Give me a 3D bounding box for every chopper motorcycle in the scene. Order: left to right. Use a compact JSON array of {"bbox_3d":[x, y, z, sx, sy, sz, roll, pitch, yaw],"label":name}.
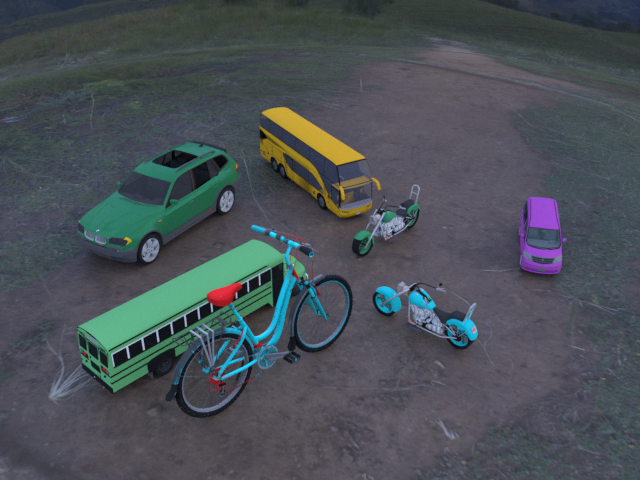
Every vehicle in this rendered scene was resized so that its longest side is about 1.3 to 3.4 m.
[{"bbox_3d":[1.079,-0.317,11.156,0.466,0.761,1.563,27,39,37],"label":"chopper motorcycle"},{"bbox_3d":[1.353,0.873,9.129,1.563,0.761,0.466,24,38,34],"label":"chopper motorcycle"}]

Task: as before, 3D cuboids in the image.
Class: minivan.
[{"bbox_3d":[3.440,-0.082,10.900,0.681,0.616,1.548,7,31,11],"label":"minivan"}]

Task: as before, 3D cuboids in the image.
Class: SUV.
[{"bbox_3d":[-2.568,-0.712,11.466,1.276,1.128,3.058,17,34,27],"label":"SUV"}]

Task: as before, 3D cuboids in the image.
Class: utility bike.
[{"bbox_3d":[-0.681,0.847,8.110,2.791,1.839,1.039,-25,39,-36],"label":"utility bike"}]

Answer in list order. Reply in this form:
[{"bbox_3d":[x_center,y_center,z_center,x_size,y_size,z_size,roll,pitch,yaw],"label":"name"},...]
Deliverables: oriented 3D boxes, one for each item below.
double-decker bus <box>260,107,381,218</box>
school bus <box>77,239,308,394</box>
[{"bbox_3d":[-0.124,-1.451,12.799,0.756,1.052,3.251,-16,34,-26],"label":"double-decker bus"},{"bbox_3d":[-1.484,0.824,9.131,0.709,0.844,3.322,25,39,36],"label":"school bus"}]
